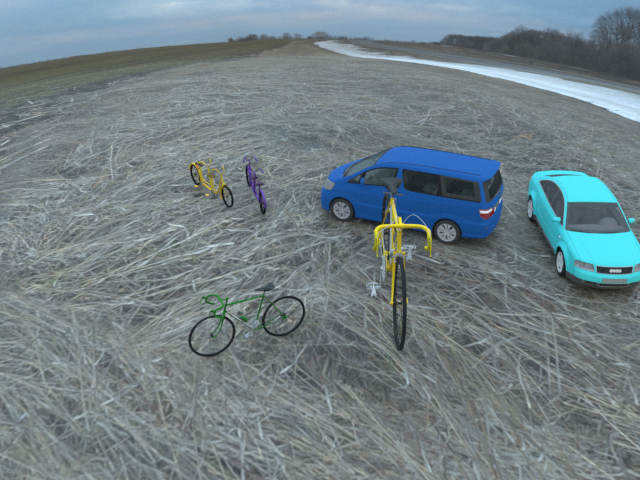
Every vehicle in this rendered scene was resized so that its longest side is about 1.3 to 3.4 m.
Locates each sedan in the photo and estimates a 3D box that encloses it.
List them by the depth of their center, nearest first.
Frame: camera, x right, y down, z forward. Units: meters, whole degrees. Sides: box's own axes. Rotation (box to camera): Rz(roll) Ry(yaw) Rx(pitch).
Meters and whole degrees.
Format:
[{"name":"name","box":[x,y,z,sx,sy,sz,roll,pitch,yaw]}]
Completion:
[{"name":"sedan","box":[4.106,-0.341,10.930,1.235,0.940,3.137,1,29,1]}]

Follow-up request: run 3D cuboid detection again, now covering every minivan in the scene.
[{"name":"minivan","box":[1.483,-0.873,11.637,3.011,1.197,1.324,13,31,23]}]

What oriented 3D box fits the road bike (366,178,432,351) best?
[{"name":"road bike","box":[0.975,0.122,9.332,0.696,1.656,3.004,0,29,0]}]

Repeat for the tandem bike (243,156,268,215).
[{"name":"tandem bike","box":[-1.157,-1.027,12.457,0.283,0.682,1.642,-8,30,-15]}]

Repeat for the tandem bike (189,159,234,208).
[{"name":"tandem bike","box":[-1.984,-1.120,12.629,0.283,0.682,1.642,-19,34,-31]}]

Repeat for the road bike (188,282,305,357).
[{"name":"road bike","box":[-0.885,0.957,8.641,1.545,0.852,0.358,-13,31,-23]}]
